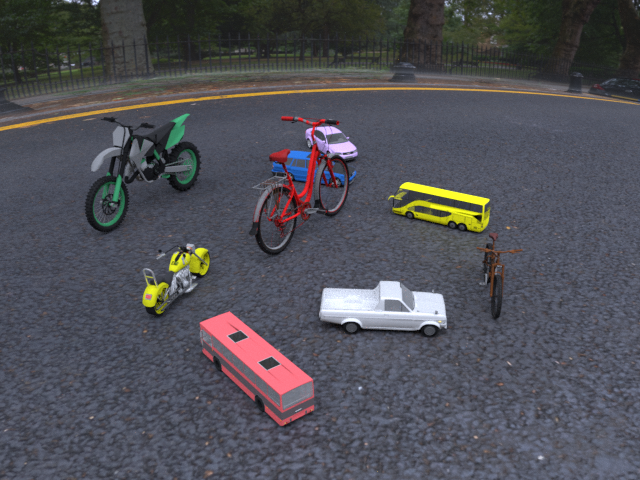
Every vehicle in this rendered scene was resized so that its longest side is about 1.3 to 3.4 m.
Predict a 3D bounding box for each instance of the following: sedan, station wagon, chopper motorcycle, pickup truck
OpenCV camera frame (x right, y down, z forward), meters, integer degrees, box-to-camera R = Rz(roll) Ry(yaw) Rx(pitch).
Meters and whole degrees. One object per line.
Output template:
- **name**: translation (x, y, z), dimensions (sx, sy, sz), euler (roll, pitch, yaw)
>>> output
- **sedan**: translation (0.232, -2.080, 14.757), dimensions (0.635, 0.483, 1.613), euler (-12, 29, -24)
- **station wagon**: translation (-0.104, -1.382, 13.342), dimensions (1.597, 0.473, 0.682), euler (9, 27, 17)
- **chopper motorcycle**: translation (-1.893, 0.403, 9.365), dimensions (0.466, 0.761, 1.563), euler (9, 27, 17)
- **pickup truck**: translation (0.793, 0.824, 8.791), dimensions (1.603, 0.511, 0.640), euler (2, 26, 4)

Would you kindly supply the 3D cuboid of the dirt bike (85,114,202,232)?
- **dirt bike**: translation (-2.924, -1.292, 11.801), dimensions (1.024, 1.666, 2.903), euler (13, 29, 24)

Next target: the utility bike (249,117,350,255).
- **utility bike**: translation (-0.339, -0.962, 10.930), dimensions (1.039, 1.839, 2.791), euler (15, 30, 28)

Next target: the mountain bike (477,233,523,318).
- **mountain bike**: translation (2.301, 0.382, 9.287), dimensions (0.573, 0.868, 1.469), euler (3, 26, 5)

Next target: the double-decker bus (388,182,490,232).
- **double-decker bus**: translation (1.962, -0.556, 11.576), dimensions (1.672, 0.541, 0.389), euler (15, 30, 28)

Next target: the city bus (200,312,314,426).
- **city bus**: translation (-0.728, 1.390, 7.692), dimensions (0.476, 0.460, 1.674), euler (-19, 32, -33)
